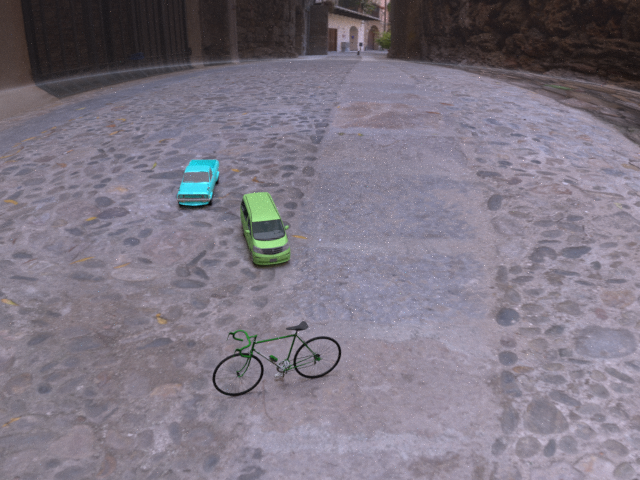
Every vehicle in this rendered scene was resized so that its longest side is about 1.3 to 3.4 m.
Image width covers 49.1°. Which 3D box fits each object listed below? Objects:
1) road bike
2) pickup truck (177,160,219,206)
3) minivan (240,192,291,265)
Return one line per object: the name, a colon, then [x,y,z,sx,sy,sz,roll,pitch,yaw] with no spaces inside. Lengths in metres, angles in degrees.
road bike: [-0.478,1.342,8.020,1.545,0.852,0.358,-9,30,-17]
pickup truck: [-2.240,-1.131,12.967,0.640,0.511,1.603,0,28,-1]
minivan: [-0.888,-0.193,11.117,0.681,0.616,1.548,-7,29,-12]
